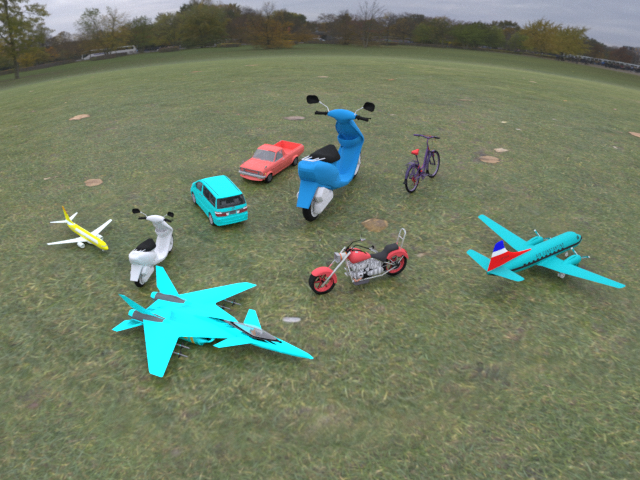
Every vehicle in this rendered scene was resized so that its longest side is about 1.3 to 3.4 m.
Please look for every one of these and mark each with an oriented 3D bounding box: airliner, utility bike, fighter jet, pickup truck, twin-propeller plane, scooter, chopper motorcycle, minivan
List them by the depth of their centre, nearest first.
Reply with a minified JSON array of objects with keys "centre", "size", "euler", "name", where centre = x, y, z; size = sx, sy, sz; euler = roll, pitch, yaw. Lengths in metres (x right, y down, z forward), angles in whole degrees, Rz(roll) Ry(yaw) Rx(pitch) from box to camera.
[{"centre":[-1.275,1.028,8.980],"size":[2.640,0.557,2.229],"euler":[13,31,22],"name":"fighter jet"},{"centre":[0.574,0.304,10.089],"size":[1.563,0.761,0.466],"euler":[-12,31,-20],"name":"chopper motorcycle"},{"centre":[3.229,0.122,10.389],"size":[2.129,0.792,2.663],"euler":[-19,34,-30],"name":"twin-propeller plane"},{"centre":[-2.499,0.040,10.407],"size":[0.662,0.919,1.399],"euler":[6,29,10],"name":"scooter"},{"centre":[-3.806,-0.174,11.306],"size":[1.307,0.429,1.161],"euler":[24,37,36],"name":"airliner"},{"centre":[-1.789,-0.776,12.212],"size":[0.681,0.616,1.548],"euler":[-14,32,-23],"name":"minivan"},{"centre":[0.236,-1.545,12.397],"size":[1.288,1.786,2.721],"euler":[11,31,20],"name":"scooter"},{"centre":[1.891,-1.485,13.163],"size":[0.535,0.946,1.435],"euler":[19,34,30],"name":"utility bike"},{"centre":[-0.942,-1.628,13.876],"size":[0.640,0.511,1.603],"euler":[15,32,25],"name":"pickup truck"}]
